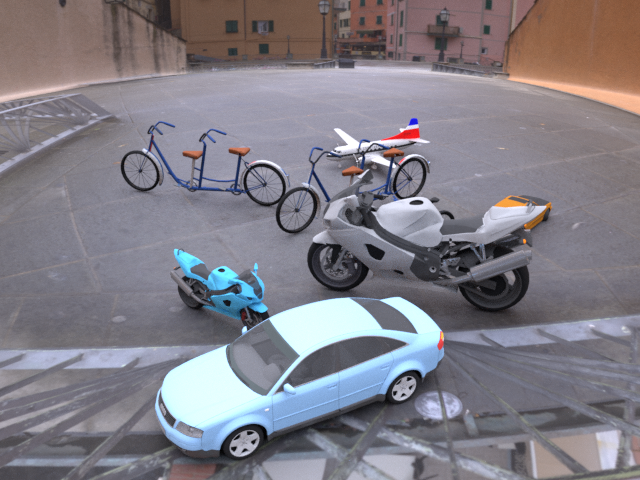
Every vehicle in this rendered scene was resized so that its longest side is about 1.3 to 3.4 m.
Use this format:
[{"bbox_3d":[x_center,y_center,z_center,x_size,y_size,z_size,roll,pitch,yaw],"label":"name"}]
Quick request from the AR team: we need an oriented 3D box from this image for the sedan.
[{"bbox_3d":[-0.159,1.267,7.306,3.137,0.940,1.235,-13,29,-25],"label":"sedan"}]

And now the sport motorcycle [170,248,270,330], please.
[{"bbox_3d":[-1.232,0.634,8.710,1.520,0.821,0.506,17,31,31],"label":"sport motorcycle"}]

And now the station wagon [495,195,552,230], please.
[{"bbox_3d":[3.180,-0.445,11.265,0.682,0.473,1.597,21,33,35],"label":"station wagon"}]

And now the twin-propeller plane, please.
[{"bbox_3d":[1.079,-1.920,13.869,2.129,0.792,2.663,-12,29,-22],"label":"twin-propeller plane"}]

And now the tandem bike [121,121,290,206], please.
[{"bbox_3d":[-2.041,-1.320,12.066,3.192,1.326,0.550,7,27,14],"label":"tandem bike"}]

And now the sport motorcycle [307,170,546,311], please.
[{"bbox_3d":[1.264,0.069,8.974,2.955,1.596,0.983,6,27,13],"label":"sport motorcycle"}]

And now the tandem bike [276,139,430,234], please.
[{"bbox_3d":[0.631,-1.010,11.445,3.192,1.326,0.550,-17,31,-31],"label":"tandem bike"}]

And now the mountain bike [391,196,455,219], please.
[{"bbox_3d":[1.443,-0.216,10.364,1.469,0.868,0.573,-16,30,-28],"label":"mountain bike"}]
